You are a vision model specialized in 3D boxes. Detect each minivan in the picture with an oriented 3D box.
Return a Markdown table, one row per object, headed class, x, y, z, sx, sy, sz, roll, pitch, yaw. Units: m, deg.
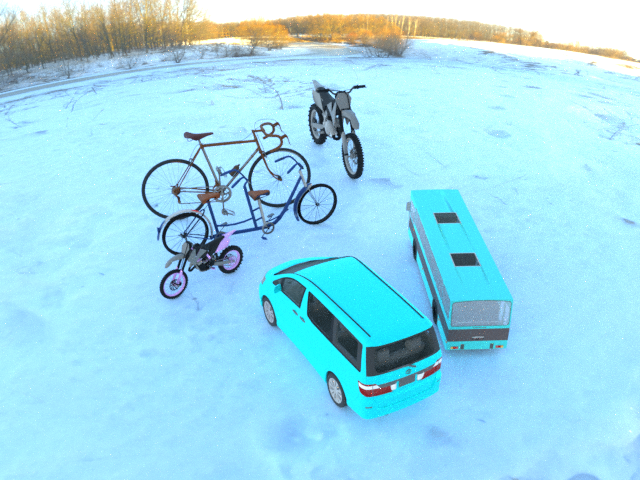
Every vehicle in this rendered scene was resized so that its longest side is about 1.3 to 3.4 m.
| class | x | y | z | sx | sy | sz | roll | pitch | yaw |
| --- | --- | --- | --- | --- | --- | --- | --- | --- | --- |
| minivan | 0.256 | 0.937 | 8.906 | 1.324 | 1.197 | 3.011 | -15 | 33 | -25 |

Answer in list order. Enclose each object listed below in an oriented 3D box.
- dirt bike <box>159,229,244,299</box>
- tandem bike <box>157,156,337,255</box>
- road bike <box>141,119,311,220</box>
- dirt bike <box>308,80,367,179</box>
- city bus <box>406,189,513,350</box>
| class | x | y | z | sx | sy | sz | roll | pitch | yaw |
| --- | --- | --- | --- | --- | --- | --- | --- | --- | --- |
| dirt bike | -1.745 | 0.306 | 10.373 | 1.493 | 0.857 | 0.527 | -25 | 38 | -37 |
| tandem bike | -1.128 | -0.581 | 11.472 | 3.192 | 1.326 | 0.550 | -14 | 32 | -23 |
| road bike | -1.613 | -1.204 | 12.242 | 3.004 | 1.656 | 0.697 | -8 | 30 | -14 |
| dirt bike | 0.311 | -2.430 | 14.409 | 1.024 | 1.666 | 2.903 | -10 | 31 | -17 |
| city bus | 1.941 | 0.347 | 10.262 | 0.926 | 0.894 | 3.255 | -1 | 29 | -2 |
